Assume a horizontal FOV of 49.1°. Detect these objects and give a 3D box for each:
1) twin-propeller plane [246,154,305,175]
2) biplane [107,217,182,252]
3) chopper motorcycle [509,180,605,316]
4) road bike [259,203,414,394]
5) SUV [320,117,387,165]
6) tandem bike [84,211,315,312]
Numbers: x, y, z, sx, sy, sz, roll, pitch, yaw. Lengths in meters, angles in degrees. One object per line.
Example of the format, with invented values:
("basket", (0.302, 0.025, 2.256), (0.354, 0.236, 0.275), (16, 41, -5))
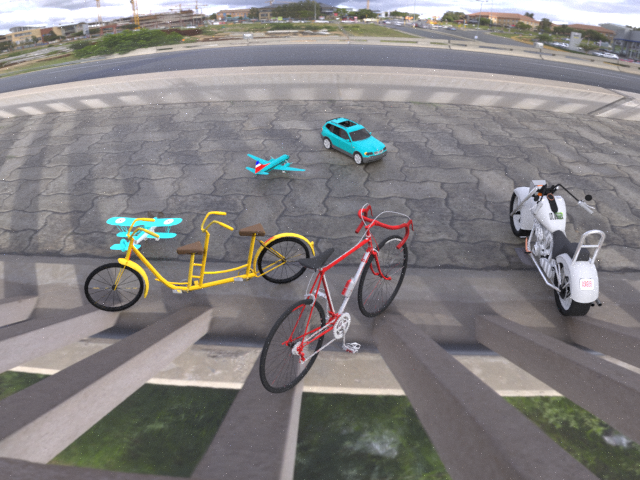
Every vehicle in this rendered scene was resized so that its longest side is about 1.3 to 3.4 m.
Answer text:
("twin-propeller plane", (-0.905, -1.479, 13.363), (1.370, 0.407, 1.095), (18, 35, 28))
("biplane", (-2.814, -0.096, 10.918), (1.336, 0.504, 1.090), (10, 32, 16))
("chopper motorcycle", (3.320, -0.171, 10.084), (0.906, 1.480, 3.040), (-1, 31, -2))
("road bike", (0.274, 0.640, 8.534), (0.697, 1.656, 3.004), (22, 37, 32))
("SUV", (0.667, -2.031, 14.130), (0.656, 0.580, 1.572), (-22, 37, -32))
("tandem bike", (-1.600, 0.229, 9.556), (3.192, 1.326, 0.550), (-9, 32, -15))
